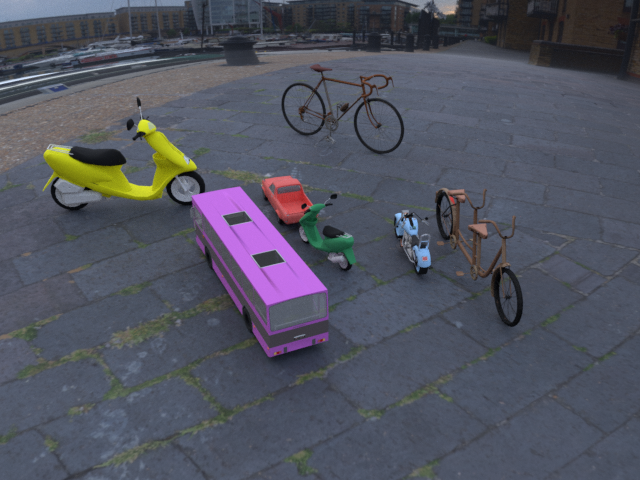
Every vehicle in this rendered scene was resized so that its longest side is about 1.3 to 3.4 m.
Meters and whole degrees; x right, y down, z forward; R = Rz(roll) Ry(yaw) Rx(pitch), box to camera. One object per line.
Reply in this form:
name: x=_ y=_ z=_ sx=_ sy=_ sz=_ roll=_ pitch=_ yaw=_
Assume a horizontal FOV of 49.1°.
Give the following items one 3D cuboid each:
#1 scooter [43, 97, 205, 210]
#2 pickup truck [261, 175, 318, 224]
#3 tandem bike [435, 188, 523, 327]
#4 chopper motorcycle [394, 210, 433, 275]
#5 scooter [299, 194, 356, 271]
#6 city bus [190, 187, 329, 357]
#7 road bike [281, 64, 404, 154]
scooter: x=-3.353 y=-1.352 z=11.816 sx=2.721 sy=1.786 sz=1.288 roll=-3 pitch=30 yaw=-5
pickup truck: x=-0.543 y=-0.736 z=12.022 sx=0.640 sy=0.511 sz=1.603 roll=-10 pitch=31 yaw=-16
tandem bike: x=2.223 y=-0.072 z=10.030 sx=0.550 sy=1.326 sz=3.192 roll=-5 pitch=30 yaw=-10
chopper motorcycle: x=1.387 y=-0.093 z=10.638 sx=0.466 sy=0.761 sz=1.563 roll=-4 pitch=30 yaw=-8
scooter: x=0.083 y=-0.150 z=10.579 sx=0.662 sy=0.919 sz=1.399 roll=-20 pitch=35 yaw=-31
city bus: x=-0.928 y=0.346 z=9.731 sx=0.926 sy=0.894 sz=3.255 roll=-13 pitch=32 yaw=-21
road bike: x=0.410 y=-2.760 z=14.427 sx=3.004 sy=1.656 sz=0.697 roll=18 pitch=34 yaw=29
